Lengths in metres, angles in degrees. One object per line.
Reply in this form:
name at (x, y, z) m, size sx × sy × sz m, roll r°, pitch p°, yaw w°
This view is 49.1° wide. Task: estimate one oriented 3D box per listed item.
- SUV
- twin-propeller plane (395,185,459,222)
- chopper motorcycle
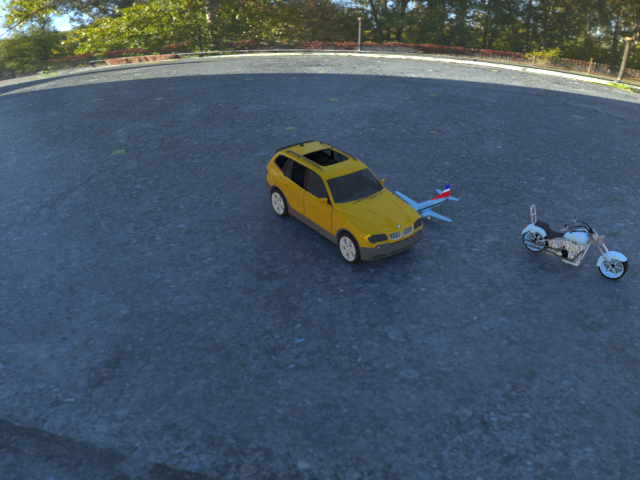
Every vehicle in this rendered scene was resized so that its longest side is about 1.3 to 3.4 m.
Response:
SUV at (0.304, -0.709, 11.125) m, size 1.276 × 1.128 × 3.058 m, roll -19°, pitch 34°, yaw -31°
twin-propeller plane at (1.786, -0.626, 11.720) m, size 1.095 × 0.407 × 1.370 m, roll -19°, pitch 34°, yaw -30°
chopper motorcycle at (3.700, 0.026, 10.178) m, size 1.563 × 0.761 × 0.466 m, roll 21°, pitch 35°, yaw 33°
